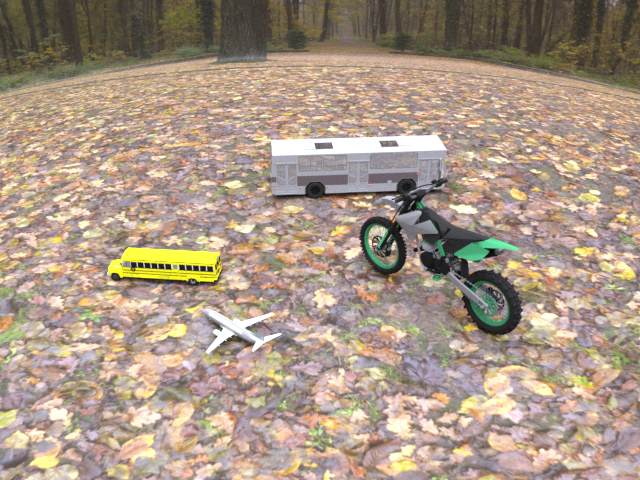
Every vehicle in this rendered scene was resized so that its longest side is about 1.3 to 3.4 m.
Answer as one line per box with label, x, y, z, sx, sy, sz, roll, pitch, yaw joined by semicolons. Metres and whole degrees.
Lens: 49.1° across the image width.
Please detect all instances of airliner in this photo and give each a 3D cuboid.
airliner;-1.140;1.082;9.248;1.307;0.429;1.161;24;37;36

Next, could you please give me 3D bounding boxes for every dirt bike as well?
dirt bike;1.587;0.130;9.692;1.024;1.666;2.903;-23;36;-35

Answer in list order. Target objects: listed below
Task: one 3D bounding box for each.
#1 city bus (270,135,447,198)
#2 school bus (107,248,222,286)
city bus;0.692;-1.380;13.227;3.255;0.894;0.926;-2;29;-4
school bus;-2.346;0.387;10.503;1.708;0.434;0.365;3;29;5
